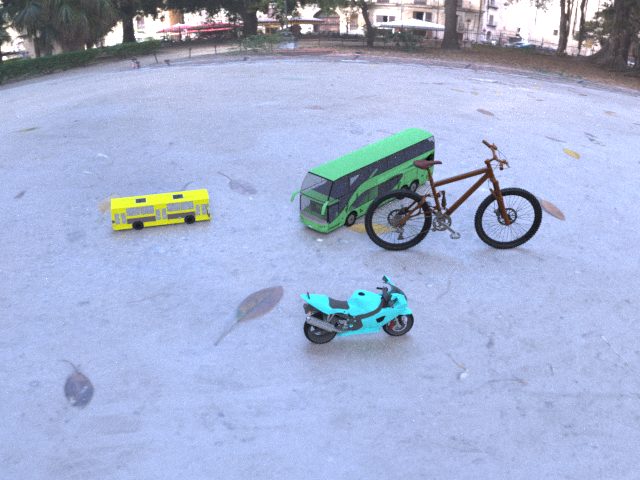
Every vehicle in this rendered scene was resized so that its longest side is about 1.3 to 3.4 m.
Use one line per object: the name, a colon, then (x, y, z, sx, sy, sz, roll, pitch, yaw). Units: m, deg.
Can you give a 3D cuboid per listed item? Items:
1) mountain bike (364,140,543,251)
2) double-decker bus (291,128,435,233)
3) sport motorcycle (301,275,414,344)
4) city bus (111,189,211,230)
mountain bike: (2.136, -0.584, 11.061, 2.857, 1.688, 1.114, -1, 29, -2)
double-decker bus: (0.889, -1.104, 12.639, 0.756, 1.052, 3.251, 25, 38, 37)
sport motorcycle: (0.504, 0.965, 9.184, 1.520, 0.821, 0.506, -4, 30, -7)
city bus: (-2.763, -0.515, 12.192, 1.674, 0.460, 0.476, -7, 30, -13)
